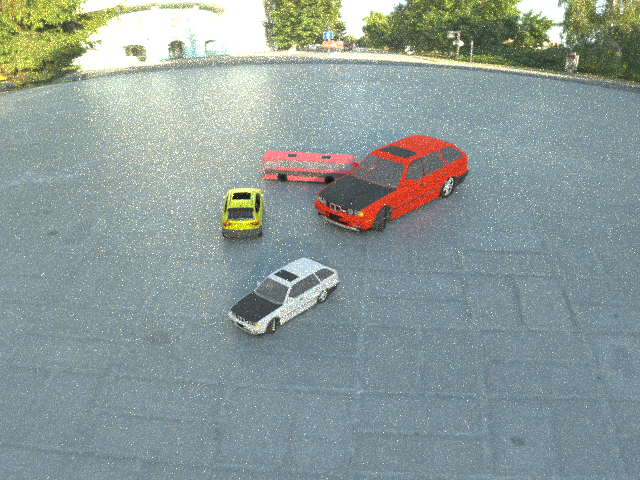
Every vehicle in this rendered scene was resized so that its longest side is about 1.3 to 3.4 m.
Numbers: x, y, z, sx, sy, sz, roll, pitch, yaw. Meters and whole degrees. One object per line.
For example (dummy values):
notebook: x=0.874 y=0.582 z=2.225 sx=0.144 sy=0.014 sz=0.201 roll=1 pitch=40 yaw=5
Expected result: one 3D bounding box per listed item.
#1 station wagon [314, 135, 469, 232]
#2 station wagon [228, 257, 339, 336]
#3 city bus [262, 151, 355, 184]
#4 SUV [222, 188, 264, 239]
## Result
station wagon: x=1.265 y=-1.062 z=11.910 sx=1.327 sy=0.920 sz=3.105 roll=23 pitch=35 yaw=37
station wagon: x=-0.454 y=0.671 z=9.015 sx=0.682 sy=0.473 sz=1.597 roll=22 pitch=34 yaw=36
city bus: x=-0.208 y=-1.329 z=12.938 sx=1.674 sy=0.460 sz=0.476 roll=4 pitch=27 yaw=8
SUV: x=-1.233 y=-0.530 z=11.245 sx=0.656 sy=0.580 sz=1.572 roll=-1 pitch=27 yaw=-3
